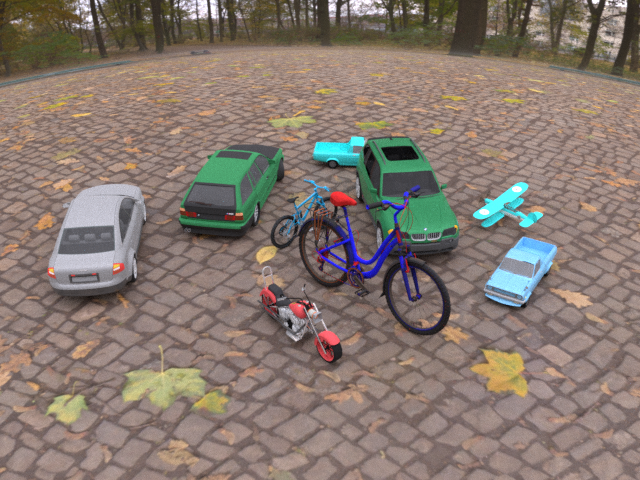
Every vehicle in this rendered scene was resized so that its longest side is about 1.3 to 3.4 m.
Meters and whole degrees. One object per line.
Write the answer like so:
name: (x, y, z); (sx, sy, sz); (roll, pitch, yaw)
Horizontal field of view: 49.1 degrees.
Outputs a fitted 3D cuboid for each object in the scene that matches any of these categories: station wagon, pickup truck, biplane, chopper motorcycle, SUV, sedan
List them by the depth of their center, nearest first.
chopper motorcycle: (-0.272, 0.952, 9.044); (0.466, 0.761, 1.563); (-23, 37, -34)
pickup truck: (2.961, 0.402, 10.244); (0.640, 0.511, 1.603); (18, 35, 28)
sedan: (-3.413, -0.216, 10.881); (1.235, 0.940, 3.137); (-4, 30, -6)
SUV: (1.390, -0.822, 11.738); (1.276, 1.128, 3.058); (-4, 30, -7)
biplane: (3.166, -0.484, 11.778); (1.336, 0.504, 1.090); (-24, 38, -35)
station wagon: (-1.482, -1.127, 12.473); (1.327, 0.920, 3.105); (5, 31, 9)
pickup truck: (0.661, -1.761, 13.975); (1.603, 0.511, 0.640); (3, 30, 5)

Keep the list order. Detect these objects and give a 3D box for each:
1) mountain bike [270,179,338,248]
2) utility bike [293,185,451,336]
mountain bike: (-0.235, -0.423, 11.310); (1.469, 0.868, 0.573); (-26, 39, -37)
utility bike: (0.699, 0.069, 9.492); (2.791, 1.839, 1.039); (26, 39, 37)
